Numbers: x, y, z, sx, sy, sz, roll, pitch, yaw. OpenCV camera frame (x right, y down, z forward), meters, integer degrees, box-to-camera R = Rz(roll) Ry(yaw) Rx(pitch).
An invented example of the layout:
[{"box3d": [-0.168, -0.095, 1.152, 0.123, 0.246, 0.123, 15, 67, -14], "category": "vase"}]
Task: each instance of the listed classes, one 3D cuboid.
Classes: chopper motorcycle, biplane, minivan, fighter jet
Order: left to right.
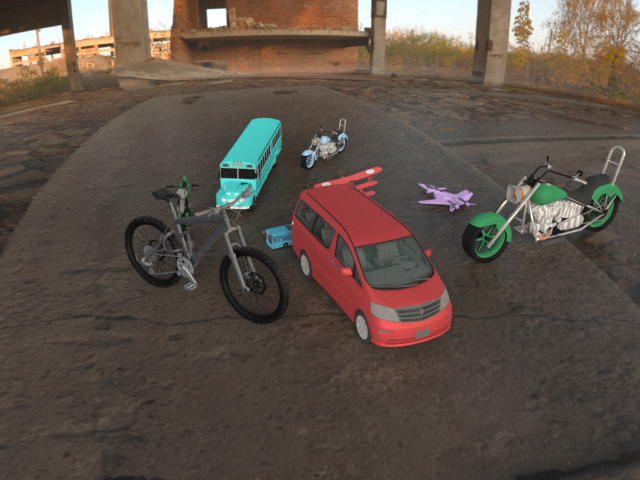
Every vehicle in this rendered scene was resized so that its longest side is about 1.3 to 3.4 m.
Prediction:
[{"box3d": [0.097, -2.032, 14.801, 0.466, 0.761, 1.563, 17, 31, 31], "category": "chopper motorcycle"}, {"box3d": [0.583, -0.957, 12.903, 1.336, 0.504, 1.090, -9, 28, -18], "category": "biplane"}, {"box3d": [0.634, 0.260, 9.640, 1.324, 1.197, 3.011, -11, 28, -22], "category": "minivan"}, {"box3d": [2.251, -0.916, 13.066, 1.147, 0.286, 1.358, -14, 30, -27], "category": "fighter jet"}, {"box3d": [3.582, -0.580, 11.028, 3.040, 1.480, 0.906, -12, 29, -23], "category": "chopper motorcycle"}]

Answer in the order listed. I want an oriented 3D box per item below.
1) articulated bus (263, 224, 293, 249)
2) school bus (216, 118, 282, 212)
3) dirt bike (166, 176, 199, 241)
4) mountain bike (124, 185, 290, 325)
[{"box3d": [-0.063, -0.176, 11.558, 1.749, 0.289, 0.311, -12, 29, -24], "category": "articulated bus"}, {"box3d": [-1.344, -1.512, 13.647, 0.709, 0.844, 3.322, 3, 26, 6], "category": "school bus"}, {"box3d": [-2.267, -0.588, 11.751, 0.527, 0.857, 1.493, -3, 26, -7], "category": "dirt bike"}, {"box3d": [-1.614, 0.119, 9.369, 2.857, 1.688, 1.114, 16, 30, 29], "category": "mountain bike"}]
